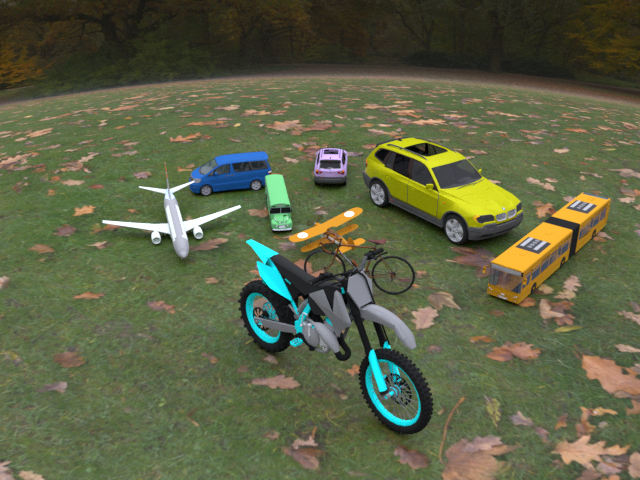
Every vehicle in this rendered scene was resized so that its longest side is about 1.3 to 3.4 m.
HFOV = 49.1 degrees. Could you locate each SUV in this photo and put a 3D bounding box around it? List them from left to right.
[{"bbox_3d":[0.226,-1.532,13.779,0.656,0.580,1.572,1,26,3],"label":"SUV"},{"bbox_3d":[2.019,-0.939,11.908,1.276,1.128,3.058,-17,31,-32],"label":"SUV"}]

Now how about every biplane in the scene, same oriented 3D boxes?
[{"bbox_3d":[0.194,-0.055,10.785,1.336,0.504,1.090,-16,30,-31],"label":"biplane"}]

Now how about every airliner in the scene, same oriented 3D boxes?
[{"bbox_3d":[-2.356,-0.483,11.295,2.257,0.835,2.541,-7,27,-15],"label":"airliner"}]

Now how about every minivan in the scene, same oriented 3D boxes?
[{"bbox_3d":[-1.695,-1.267,13.186,1.548,0.616,0.681,-7,27,-15],"label":"minivan"}]

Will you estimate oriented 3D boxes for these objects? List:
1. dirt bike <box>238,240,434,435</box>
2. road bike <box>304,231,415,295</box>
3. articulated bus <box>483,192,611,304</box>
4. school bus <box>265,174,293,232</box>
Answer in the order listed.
[{"bbox_3d":[0.065,0.872,7.508,1.024,1.666,2.903,-23,34,-39],"label":"dirt bike"},{"bbox_3d":[0.532,0.328,9.585,1.545,0.852,0.358,5,26,10],"label":"road bike"},{"bbox_3d":[3.517,0.034,10.534,0.605,0.561,3.401,20,32,35],"label":"articulated bus"},{"bbox_3d":[-0.726,-0.645,12.098,0.365,0.434,1.708,-3,26,-7],"label":"school bus"}]
